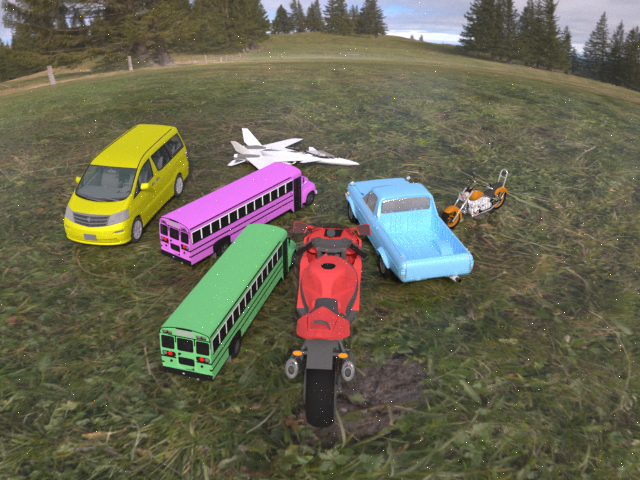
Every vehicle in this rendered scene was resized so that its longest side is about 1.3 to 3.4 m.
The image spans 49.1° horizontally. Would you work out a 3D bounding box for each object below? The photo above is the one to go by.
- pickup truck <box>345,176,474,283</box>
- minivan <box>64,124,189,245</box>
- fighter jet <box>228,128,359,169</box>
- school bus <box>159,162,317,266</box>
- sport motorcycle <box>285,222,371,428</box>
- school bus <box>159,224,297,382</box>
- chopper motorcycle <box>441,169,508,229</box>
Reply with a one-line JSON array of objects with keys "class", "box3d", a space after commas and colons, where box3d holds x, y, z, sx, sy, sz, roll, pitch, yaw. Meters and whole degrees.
[{"class": "pickup truck", "box3d": [1.329, -0.305, 11.201, 1.244, 0.993, 3.117, -6, 29, -11]}, {"class": "minivan", "box3d": [-3.354, -1.022, 12.303, 1.324, 1.197, 3.011, 6, 29, 10]}, {"class": "fighter jet", "box3d": [-0.486, -1.825, 14.448, 2.640, 0.557, 2.229, 6, 29, 10]}, {"class": "school bus", "box3d": [-1.241, -0.558, 11.821, 0.709, 0.844, 3.322, 19, 34, 31]}, {"class": "sport motorcycle", "box3d": [0.094, 0.853, 8.443, 0.983, 1.596, 2.955, 2, 29, 4]}, {"class": "school bus", "box3d": [-1.106, 0.643, 9.614, 0.709, 0.844, 3.322, 8, 30, 15]}, {"class": "chopper motorcycle", "box3d": [2.714, -0.718, 12.201, 1.563, 0.761, 0.466, -20, 34, -32]}]
